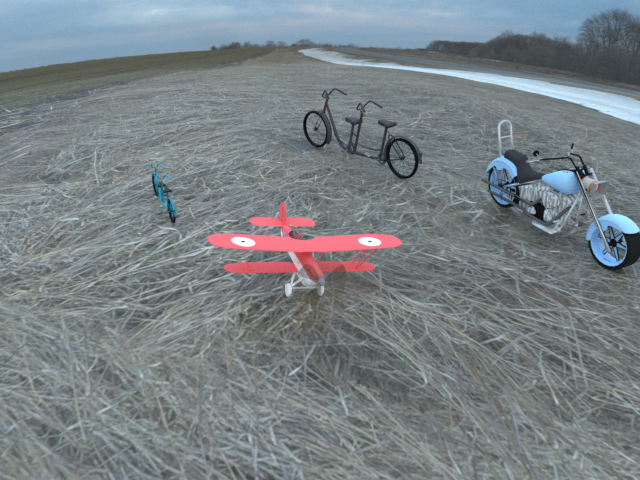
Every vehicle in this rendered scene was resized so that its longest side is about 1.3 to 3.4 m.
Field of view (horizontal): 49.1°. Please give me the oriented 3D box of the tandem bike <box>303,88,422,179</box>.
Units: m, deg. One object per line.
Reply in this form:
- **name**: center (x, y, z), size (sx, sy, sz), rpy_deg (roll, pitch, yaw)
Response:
- **tandem bike**: center (0.737, -2.125, 13.530), size (0.550, 1.326, 3.192), rpy_deg (-23, 35, -37)

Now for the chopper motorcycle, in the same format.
- **chopper motorcycle**: center (3.625, -0.746, 10.634), size (0.906, 1.480, 3.040), rpy_deg (-13, 30, -24)

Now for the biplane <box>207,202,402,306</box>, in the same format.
- **biplane**: center (-0.247, 0.118, 9.478), size (2.598, 0.981, 2.120), rpy_deg (-8, 28, -16)

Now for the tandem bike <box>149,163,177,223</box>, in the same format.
- **tandem bike**: center (-2.628, -0.830, 11.683), size (0.283, 0.682, 1.642), rpy_deg (-11, 29, -21)
